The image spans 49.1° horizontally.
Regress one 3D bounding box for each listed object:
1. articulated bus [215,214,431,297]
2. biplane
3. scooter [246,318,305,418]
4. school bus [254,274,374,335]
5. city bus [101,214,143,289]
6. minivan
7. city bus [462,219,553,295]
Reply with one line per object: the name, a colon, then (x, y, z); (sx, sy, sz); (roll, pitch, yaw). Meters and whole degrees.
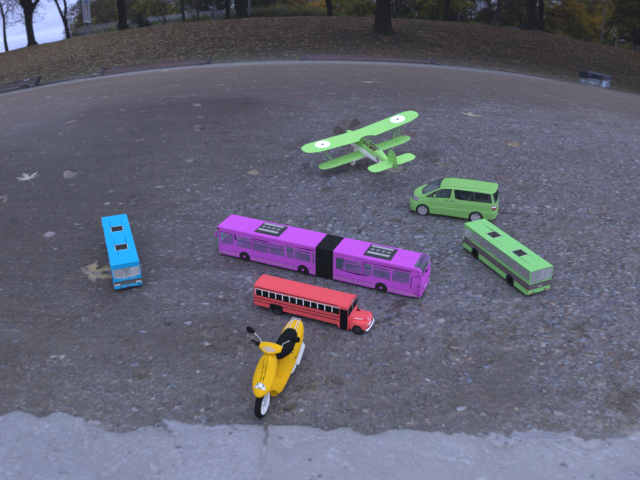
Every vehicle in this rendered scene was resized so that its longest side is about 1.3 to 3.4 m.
articulated bus: (-0.018, 0.213, 10.752); (3.401, 0.561, 0.605); (12, 31, 20)
biplane: (0.964, -1.810, 13.997); (2.598, 0.981, 2.120); (-13, 31, -22)
scooter: (-0.483, 1.367, 8.281); (0.662, 0.919, 1.399); (10, 30, 17)
school bus: (-0.088, 0.879, 9.673); (1.708, 0.434, 0.365); (11, 31, 20)
city bus: (-3.108, 0.169, 10.937); (0.476, 0.460, 1.674); (-10, 30, -17)
minivan: (2.392, -0.757, 12.460); (1.548, 0.616, 0.681); (9, 30, 16)
city bus: (2.843, 0.251, 10.788); (0.476, 0.460, 1.674); (-12, 31, -21)
